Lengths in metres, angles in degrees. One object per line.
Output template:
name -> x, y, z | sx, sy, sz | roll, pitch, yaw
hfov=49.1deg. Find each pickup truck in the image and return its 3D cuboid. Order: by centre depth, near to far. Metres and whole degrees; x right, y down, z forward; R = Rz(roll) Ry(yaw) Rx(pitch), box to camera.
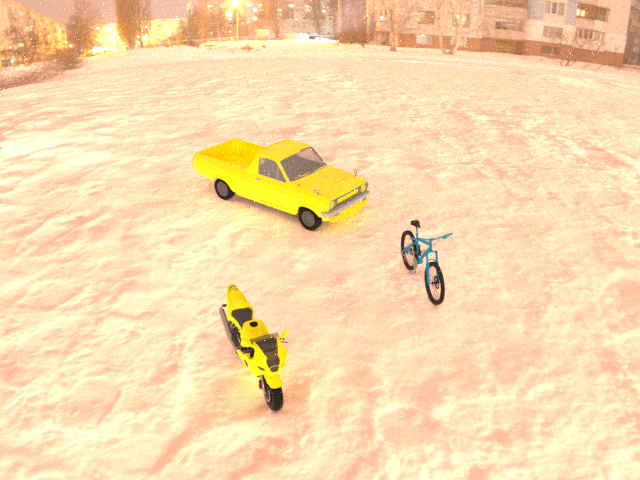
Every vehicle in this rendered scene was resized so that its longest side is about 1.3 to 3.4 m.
pickup truck -> -0.703, -1.120, 11.674 | 3.117, 0.993, 1.244 | 20, 34, 33

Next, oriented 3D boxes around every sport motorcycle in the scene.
sport motorcycle -> -0.713, 1.141, 7.544 | 0.506, 0.821, 1.520 | -12, 30, -21

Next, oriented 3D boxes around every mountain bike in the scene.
mountain bike -> 1.349, 0.211, 9.267 | 0.573, 0.868, 1.469 | -7, 28, -12
